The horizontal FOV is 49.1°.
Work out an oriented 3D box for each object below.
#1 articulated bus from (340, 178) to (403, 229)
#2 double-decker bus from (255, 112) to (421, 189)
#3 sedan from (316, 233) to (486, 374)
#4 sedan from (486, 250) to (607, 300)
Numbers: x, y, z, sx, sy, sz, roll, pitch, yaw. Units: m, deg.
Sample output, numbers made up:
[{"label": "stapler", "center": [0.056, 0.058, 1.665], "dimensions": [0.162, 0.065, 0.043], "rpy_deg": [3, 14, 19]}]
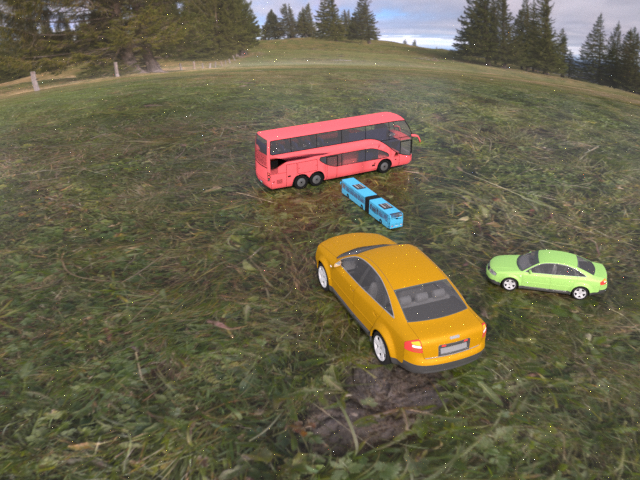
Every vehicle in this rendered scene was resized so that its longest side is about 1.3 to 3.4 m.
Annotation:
[{"label": "articulated bus", "center": [0.868, -0.652, 12.035], "dimensions": [0.311, 0.289, 1.749], "rpy_deg": [-12, 29, -23]}, {"label": "double-decker bus", "center": [0.353, -1.729, 13.315], "dimensions": [3.251, 1.052, 0.756], "rpy_deg": [-13, 30, -24]}, {"label": "sedan", "center": [0.901, 0.556, 8.935], "dimensions": [1.235, 0.940, 3.137], "rpy_deg": [-10, 29, -20]}, {"label": "sedan", "center": [3.138, 0.417, 9.713], "dimensions": [1.613, 0.483, 0.635], "rpy_deg": [7, 28, 13]}]
